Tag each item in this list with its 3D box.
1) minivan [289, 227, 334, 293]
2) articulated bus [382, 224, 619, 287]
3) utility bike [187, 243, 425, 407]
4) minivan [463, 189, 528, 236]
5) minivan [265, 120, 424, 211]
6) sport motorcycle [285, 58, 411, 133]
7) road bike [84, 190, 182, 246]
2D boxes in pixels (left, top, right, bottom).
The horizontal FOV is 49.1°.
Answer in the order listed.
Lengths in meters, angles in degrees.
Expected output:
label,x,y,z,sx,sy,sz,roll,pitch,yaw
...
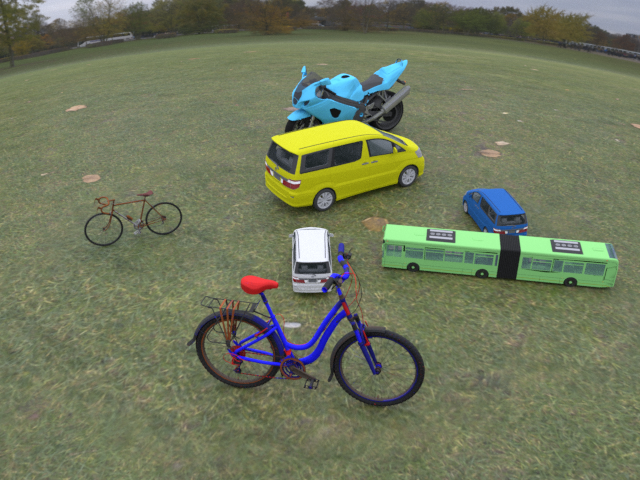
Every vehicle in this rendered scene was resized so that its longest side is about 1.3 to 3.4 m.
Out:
label,x,y,z,sx,sy,sz,roll,pitch,yaw
minivan,-0.125,0.187,10.448,0.681,0.616,1.548,-1,31,-1
articulated bus,2.598,0.229,10.432,3.401,0.561,0.605,5,31,9
utility bike,-0.180,0.972,7.932,2.791,1.839,1.039,6,31,9
minivan,2.883,-0.510,11.621,0.681,0.616,1.548,-5,31,-8
minivan,0.515,-1.485,12.692,3.011,1.197,1.324,-17,35,-27
sport motorcycle,0.573,-2.832,14.566,2.955,1.596,0.983,-17,35,-26
road bike,-2.974,-0.366,11.148,1.545,0.852,0.358,-12,33,-19
